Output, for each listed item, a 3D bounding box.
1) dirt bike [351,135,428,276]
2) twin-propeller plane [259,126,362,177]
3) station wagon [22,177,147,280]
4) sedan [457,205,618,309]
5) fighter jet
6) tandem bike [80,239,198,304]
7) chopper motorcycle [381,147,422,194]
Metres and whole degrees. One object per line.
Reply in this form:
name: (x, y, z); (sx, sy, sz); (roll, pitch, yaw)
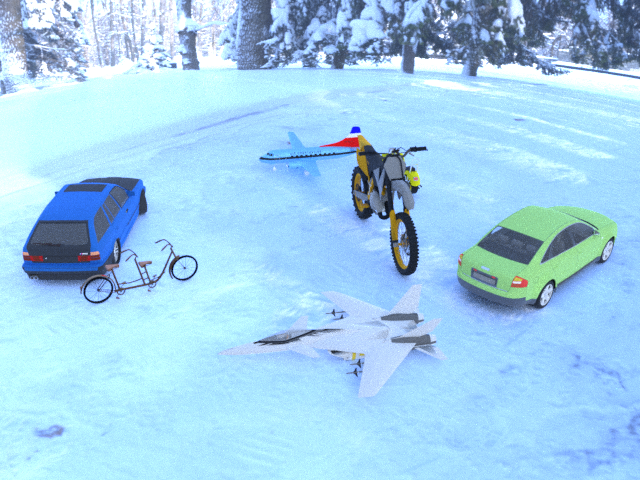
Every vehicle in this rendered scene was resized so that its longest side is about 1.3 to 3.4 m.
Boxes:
dirt bike: (0.968, -0.707, 10.672); (1.024, 1.666, 2.903); (-6, 27, -12)
twin-propeller plane: (-0.157, -1.803, 13.830); (2.129, 0.792, 2.663); (-6, 27, -11)
station wagon: (-3.578, -0.424, 10.940); (1.327, 0.920, 3.105); (0, 27, 0)
sedan: (3.209, 0.025, 10.024); (3.137, 0.940, 1.235); (-24, 35, -39)
fighter jet: (0.094, 1.078, 8.353); (2.640, 0.557, 2.229); (-5, 27, -9)
tandem bike: (-2.451, 0.411, 9.542); (1.642, 0.682, 0.283); (-14, 30, -26)
chopper motorcycle: (1.482, -1.400, 13.062); (0.466, 0.761, 1.563); (-8, 28, -16)
